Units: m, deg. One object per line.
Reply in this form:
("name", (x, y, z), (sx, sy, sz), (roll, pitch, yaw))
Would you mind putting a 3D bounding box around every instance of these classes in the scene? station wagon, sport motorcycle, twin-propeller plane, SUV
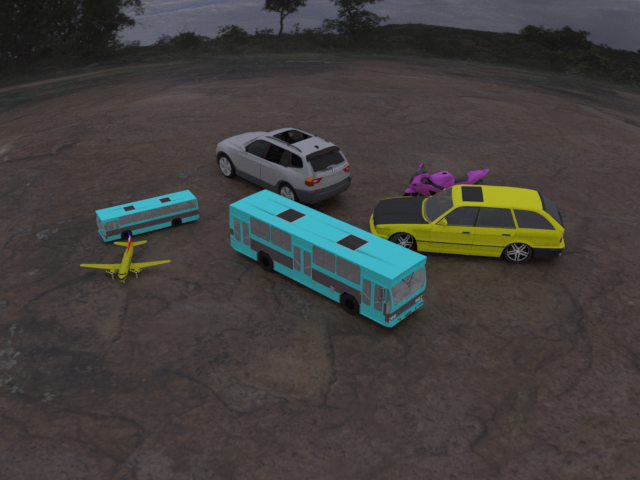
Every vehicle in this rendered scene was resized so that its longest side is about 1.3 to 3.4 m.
("station wagon", (2.377, -0.360, 11.476), (3.105, 0.920, 1.327), (4, 30, 7))
("sport motorcycle", (2.243, -0.919, 12.567), (1.520, 0.821, 0.506), (-2, 29, -3))
("twin-propeller plane", (-3.007, 0.281, 10.862), (1.370, 0.407, 1.095), (-3, 30, -4))
("SUV", (-0.761, -1.579, 13.424), (1.276, 1.128, 3.058), (-25, 38, -37))

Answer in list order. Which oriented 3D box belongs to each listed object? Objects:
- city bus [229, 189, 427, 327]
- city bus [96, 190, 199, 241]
("city bus", (0.018, 0.223, 10.470), (3.255, 0.894, 0.926), (24, 37, 36))
("city bus", (-2.947, -0.408, 12.030), (1.674, 0.460, 0.476), (-16, 33, -26))
